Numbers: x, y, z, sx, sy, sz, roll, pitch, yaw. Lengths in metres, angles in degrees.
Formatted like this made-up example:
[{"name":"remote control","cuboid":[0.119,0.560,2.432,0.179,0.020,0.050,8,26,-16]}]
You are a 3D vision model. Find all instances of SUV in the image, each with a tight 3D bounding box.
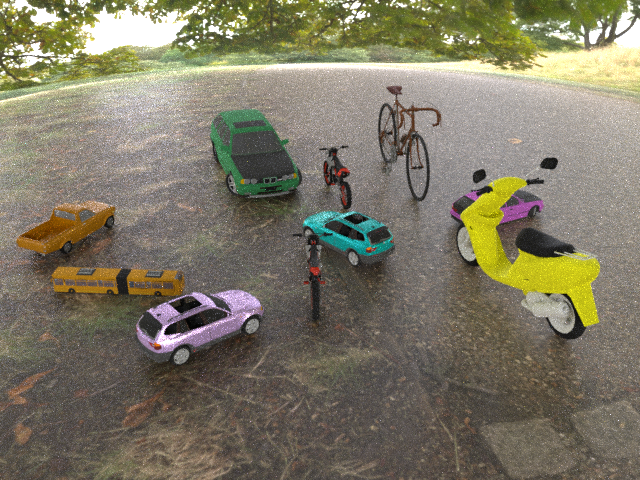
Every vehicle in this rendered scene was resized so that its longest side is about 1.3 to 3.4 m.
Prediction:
[{"name":"SUV","cuboid":[0.405,-0.129,10.395,0.656,0.580,1.572,-22,34,-36]},{"name":"SUV","cuboid":[-1.408,0.934,8.325,1.572,0.580,0.656,-20,33,-34]}]

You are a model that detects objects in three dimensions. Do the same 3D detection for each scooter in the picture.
[{"name":"scooter","cuboid":[2.568,-0.024,8.869,1.288,1.786,2.721,-11,29,-21]}]

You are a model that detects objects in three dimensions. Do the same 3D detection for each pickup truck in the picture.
[{"name":"pickup truck","cuboid":[-3.839,-0.246,10.698,0.640,0.511,1.603,12,30,22]}]

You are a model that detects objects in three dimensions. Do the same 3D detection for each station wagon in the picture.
[{"name":"station wagon","cuboid":[-1.284,-1.720,13.119,1.327,0.920,3.105,-8,28,-15]},{"name":"station wagon","cuboid":[2.915,-0.587,11.403,1.597,0.473,0.682,-14,30,-24]}]

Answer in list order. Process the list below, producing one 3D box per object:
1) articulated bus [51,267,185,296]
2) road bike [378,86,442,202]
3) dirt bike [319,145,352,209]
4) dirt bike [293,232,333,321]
[{"name":"articulated bus","cuboid":[-2.707,0.553,9.385,1.749,0.289,0.311,2,27,3]},{"name":"road bike","cuboid":[1.475,-1.863,12.593,0.696,1.656,3.004,-5,28,-10]},{"name":"dirt bike","cuboid":[0.283,-1.149,12.076,0.527,0.857,1.493,-7,28,-14]},{"name":"dirt bike","cuboid":[-0.086,0.369,9.123,0.527,0.857,1.493,-1,27,-2]}]
